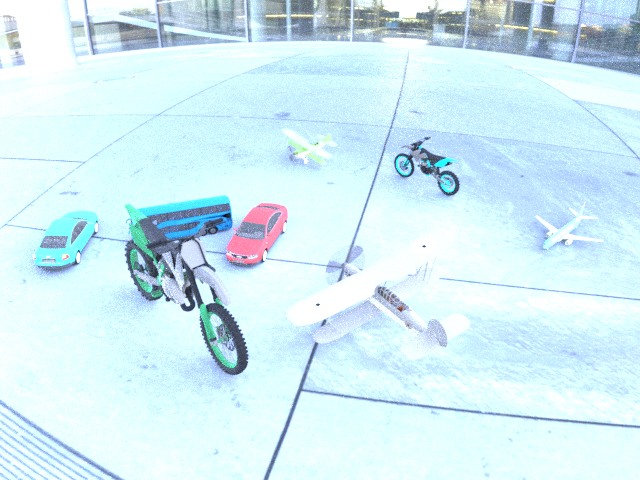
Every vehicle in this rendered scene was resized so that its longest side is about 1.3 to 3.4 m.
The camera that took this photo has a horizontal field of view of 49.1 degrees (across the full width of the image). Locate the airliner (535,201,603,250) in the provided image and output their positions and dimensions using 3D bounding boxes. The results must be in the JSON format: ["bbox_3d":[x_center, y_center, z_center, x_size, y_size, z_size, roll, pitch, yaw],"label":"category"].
[{"bbox_3d":[3.923,-0.219,11.212,1.161,0.429,1.307,26,40,37],"label":"airliner"}]

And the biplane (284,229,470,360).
[{"bbox_3d":[0.867,0.817,8.931,2.598,0.981,2.120,-19,36,-29],"label":"biplane"}]

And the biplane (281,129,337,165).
[{"bbox_3d":[-0.155,-1.823,13.835,1.090,0.504,1.336,-26,40,-37],"label":"biplane"}]

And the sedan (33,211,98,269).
[{"bbox_3d":[-3.947,-0.088,10.939,0.635,0.483,1.613,1,31,2],"label":"sedan"}]

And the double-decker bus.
[{"bbox_3d":[-2.252,-0.319,11.271,1.672,0.541,0.389,-10,32,-17],"label":"double-decker bus"}]

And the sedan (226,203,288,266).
[{"bbox_3d":[-0.984,-0.153,11.049,0.635,0.483,1.613,9,32,14],"label":"sedan"}]

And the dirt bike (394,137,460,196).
[{"bbox_3d":[1.933,-1.372,12.733,0.527,0.857,1.493,-26,40,-37],"label":"dirt bike"}]

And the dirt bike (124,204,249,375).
[{"bbox_3d":[-1.778,0.472,8.841,1.024,1.666,2.903,-23,38,-33],"label":"dirt bike"}]
